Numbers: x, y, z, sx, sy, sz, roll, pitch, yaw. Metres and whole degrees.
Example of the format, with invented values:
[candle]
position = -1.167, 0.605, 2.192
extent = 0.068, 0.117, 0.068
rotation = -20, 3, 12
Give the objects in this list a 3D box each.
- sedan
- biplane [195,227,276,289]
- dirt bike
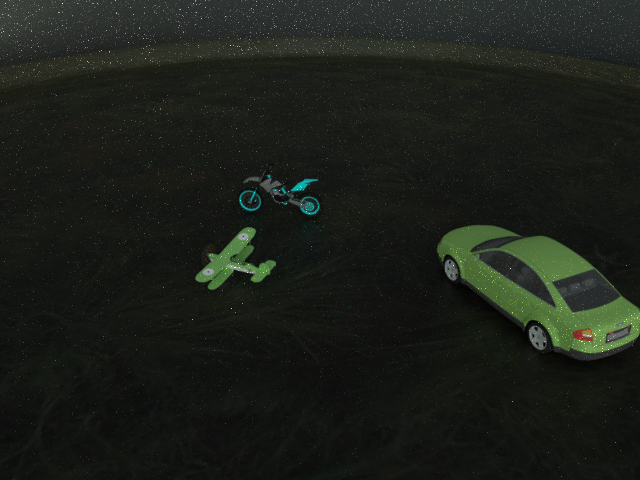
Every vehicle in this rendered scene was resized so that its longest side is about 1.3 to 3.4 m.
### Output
[sedan]
position = 2.777, 0.460, 9.316
extent = 1.235, 0.940, 3.137
rotation = -14, 31, -23
[biplane]
position = -1.183, 0.356, 9.963
extent = 1.090, 0.504, 1.336
rotation = 14, 32, 24
[dirt bike]
position = -0.679, -0.794, 11.713
extent = 1.493, 0.857, 0.527
rotation = 5, 29, 8
